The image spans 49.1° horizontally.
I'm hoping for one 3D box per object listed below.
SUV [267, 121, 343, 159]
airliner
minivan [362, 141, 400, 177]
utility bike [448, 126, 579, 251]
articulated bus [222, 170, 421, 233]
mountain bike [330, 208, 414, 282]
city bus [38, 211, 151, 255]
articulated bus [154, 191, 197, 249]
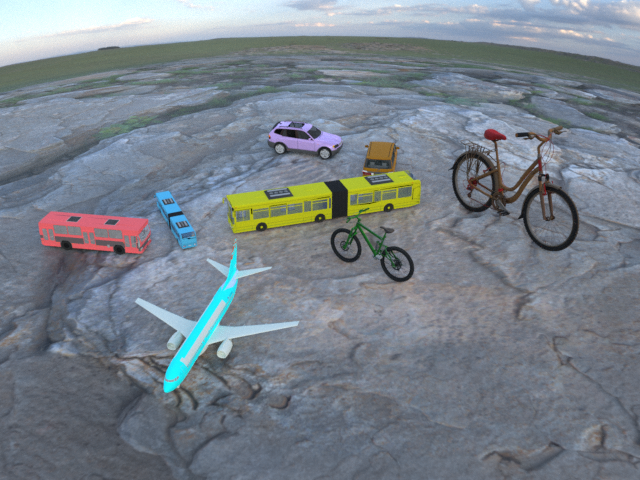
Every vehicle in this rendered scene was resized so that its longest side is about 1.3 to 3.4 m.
[{"bbox_3d":[-0.307,-2.109,14.537,1.572,0.580,0.656,8,30,14],"label":"SUV"},{"bbox_3d":[-1.441,0.908,8.854,2.257,0.835,2.541,7,30,12],"label":"airliner"},{"bbox_3d":[1.175,-1.573,13.538,0.681,0.616,1.548,4,29,8],"label":"minivan"},{"bbox_3d":[3.171,-1.059,11.356,1.039,1.839,2.791,-18,34,-29],"label":"utility bike"},{"bbox_3d":[0.079,-0.672,11.975,3.401,0.561,0.605,-9,30,-16],"label":"articulated bus"},{"bbox_3d":[0.756,0.080,10.308,1.469,0.868,0.573,20,35,32],"label":"mountain bike"},{"bbox_3d":[-3.543,-0.102,11.054,1.674,0.460,0.476,5,29,8],"label":"city bus"},{"bbox_3d":[-2.416,-0.358,11.691,0.311,0.289,1.749,-13,31,-21],"label":"articulated bus"}]
